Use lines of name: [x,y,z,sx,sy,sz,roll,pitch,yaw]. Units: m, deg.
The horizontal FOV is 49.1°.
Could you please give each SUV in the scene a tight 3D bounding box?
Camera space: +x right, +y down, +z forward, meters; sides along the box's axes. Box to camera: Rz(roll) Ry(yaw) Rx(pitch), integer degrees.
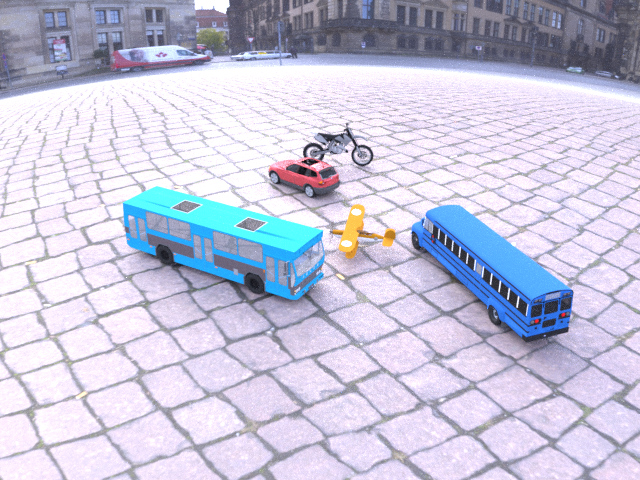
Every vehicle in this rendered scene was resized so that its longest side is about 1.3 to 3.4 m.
SUV: [-0.323,-1.312,13.639,1.572,0.580,0.656,24,36,38]

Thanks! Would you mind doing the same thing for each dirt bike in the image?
dirt bike: [0.378,-1.970,14.597,1.493,0.857,0.527,4,28,7]

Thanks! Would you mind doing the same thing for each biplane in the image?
biplane: [0.678,-0.063,11.333,1.090,0.504,1.336,6,28,11]

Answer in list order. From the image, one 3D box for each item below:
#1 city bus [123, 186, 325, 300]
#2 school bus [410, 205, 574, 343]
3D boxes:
city bus: [-1.527,0.025,10.744,3.255,0.894,0.926,15,31,27]
school bus: [2.339,0.308,10.258,0.709,0.844,3.322,-10,29,-18]
